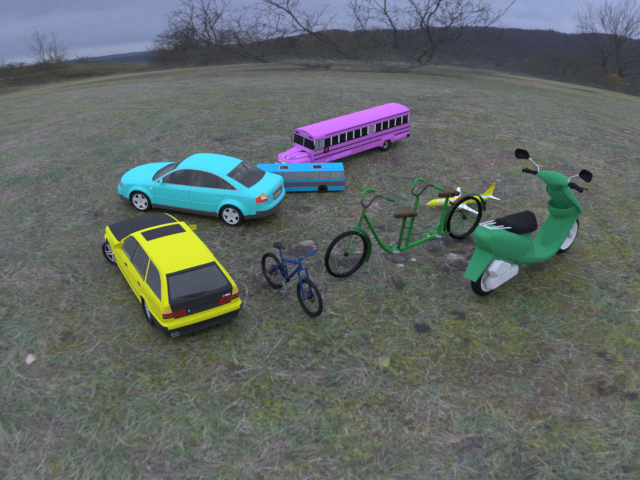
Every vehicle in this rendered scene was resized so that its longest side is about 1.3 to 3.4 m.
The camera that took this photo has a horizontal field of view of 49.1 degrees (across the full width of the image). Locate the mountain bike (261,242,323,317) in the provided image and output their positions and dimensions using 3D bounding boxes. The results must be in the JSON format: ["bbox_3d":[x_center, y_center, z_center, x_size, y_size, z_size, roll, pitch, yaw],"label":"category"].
[{"bbox_3d":[-0.421,0.489,9.892,0.573,0.868,1.469,-20,34,-32],"label":"mountain bike"}]

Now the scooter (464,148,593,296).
[{"bbox_3d":[3.129,-0.281,10.352,2.721,1.786,1.288,-22,35,-34],"label":"scooter"}]

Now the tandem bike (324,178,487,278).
[{"bbox_3d":[1.425,-0.321,10.911,3.192,1.326,0.550,-17,32,-28],"label":"tandem bike"}]

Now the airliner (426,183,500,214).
[{"bbox_3d":[2.579,-0.800,12.743,1.307,0.429,1.161,-4,29,-7],"label":"airliner"}]

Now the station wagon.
[{"bbox_3d":[-2.275,0.249,10.282,1.327,0.920,3.105,-15,32,-26],"label":"station wagon"}]

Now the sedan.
[{"bbox_3d":[-2.180,-1.037,12.646,3.137,0.940,1.235,9,30,16],"label":"sedan"}]

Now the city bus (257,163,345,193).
[{"bbox_3d":[-0.375,-1.183,13.421,1.674,0.460,0.476,-1,28,-2],"label":"city bus"}]

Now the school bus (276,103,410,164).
[{"bbox_3d":[0.526,-2.151,14.810,3.322,0.844,0.709,-22,35,-34],"label":"school bus"}]
